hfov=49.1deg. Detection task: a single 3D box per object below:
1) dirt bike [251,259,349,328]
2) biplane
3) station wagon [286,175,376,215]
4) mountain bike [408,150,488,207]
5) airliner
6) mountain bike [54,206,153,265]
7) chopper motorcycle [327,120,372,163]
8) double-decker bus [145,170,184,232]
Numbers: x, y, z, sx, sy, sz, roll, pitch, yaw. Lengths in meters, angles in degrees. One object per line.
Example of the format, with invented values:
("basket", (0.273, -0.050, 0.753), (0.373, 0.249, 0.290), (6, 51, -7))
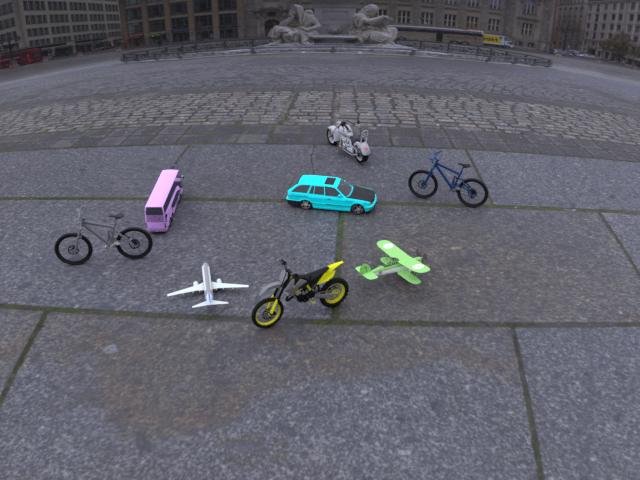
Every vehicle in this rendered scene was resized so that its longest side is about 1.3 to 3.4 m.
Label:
("dirt bike", (-0.250, 0.697, 9.526), (1.493, 0.857, 0.527), (-15, 34, -25))
("biplane", (1.070, 0.390, 10.403), (1.090, 0.504, 1.336), (-13, 33, -20))
("station wagon", (0.218, -0.845, 12.553), (1.597, 0.473, 0.682), (6, 31, 10))
("mountain bike", (2.297, -1.063, 12.534), (1.469, 0.868, 0.573), (12, 32, 20))
("airliner", (-1.638, 0.574, 10.162), (1.161, 0.429, 1.307), (-6, 31, -10))
("mountain bike", (-3.346, -0.040, 10.779), (1.469, 0.868, 0.573), (-6, 31, -10))
("chopper motorcycle", (0.569, -2.141, 14.490), (0.466, 0.761, 1.563), (-15, 34, -24))
("double-decker bus", (-2.718, -0.726, 12.281), (0.389, 0.541, 1.672), (0, 30, 0))
